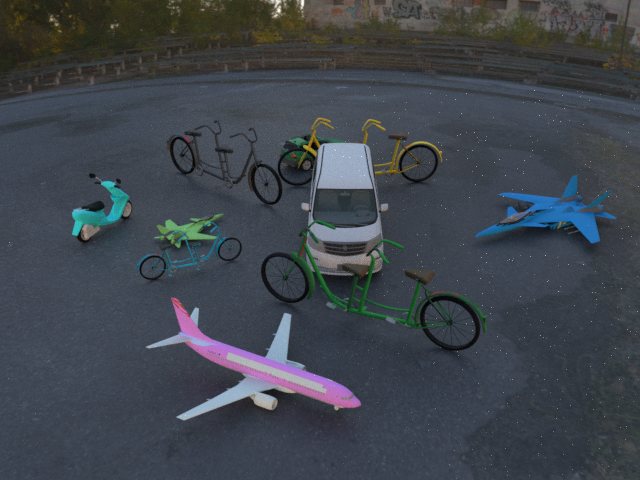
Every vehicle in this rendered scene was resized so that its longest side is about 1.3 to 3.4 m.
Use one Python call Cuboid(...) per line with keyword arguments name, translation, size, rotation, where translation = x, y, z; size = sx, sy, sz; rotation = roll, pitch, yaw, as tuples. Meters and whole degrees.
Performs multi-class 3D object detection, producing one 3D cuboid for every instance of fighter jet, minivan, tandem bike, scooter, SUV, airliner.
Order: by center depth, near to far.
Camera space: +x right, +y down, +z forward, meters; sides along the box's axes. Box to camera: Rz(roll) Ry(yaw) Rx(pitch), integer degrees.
Cuboid(name="airliner", translation=(-0.683, 1.308, 7.998), size=(2.541, 0.835, 2.257), rotation=(13, 30, 24))
Cuboid(name="tandem bike", translation=(0.589, 0.541, 8.969), size=(3.192, 1.326, 0.550), rotation=(14, 30, 25))
Cuboid(name="tandem bike", translation=(-1.935, 0.154, 10.443), size=(1.642, 0.682, 0.283), rotation=(-14, 30, -25))
Cuboid(name="minivan", translation=(0.392, -0.561, 11.282), size=(1.324, 1.197, 3.011), rotation=(1, 27, 1))
Cuboid(name="scooter", translation=(-3.617, -0.577, 11.622), size=(0.662, 0.919, 1.399), rotation=(12, 29, 23))
Cuboid(name="fighter jet", translation=(-2.091, -0.285, 11.745), size=(1.147, 0.286, 1.358), rotation=(18, 32, 32))
Cuboid(name="fighter jet", translation=(3.681, -0.489, 11.847), size=(2.640, 0.557, 2.229), rotation=(-14, 30, -25))
Cuboid(name="tandem bike", translation=(-1.876, -1.598, 13.185), size=(3.192, 1.326, 0.550), rotation=(21, 34, 36))
Cuboid(name="tandem bike", translation=(0.779, -1.681, 13.349), size=(3.192, 1.326, 0.550), rotation=(-2, 27, -5))
Cuboid(name="SUV", translation=(-0.079, -1.900, 14.604), size=(1.572, 0.580, 0.656), rotation=(-18, 32, -31))
